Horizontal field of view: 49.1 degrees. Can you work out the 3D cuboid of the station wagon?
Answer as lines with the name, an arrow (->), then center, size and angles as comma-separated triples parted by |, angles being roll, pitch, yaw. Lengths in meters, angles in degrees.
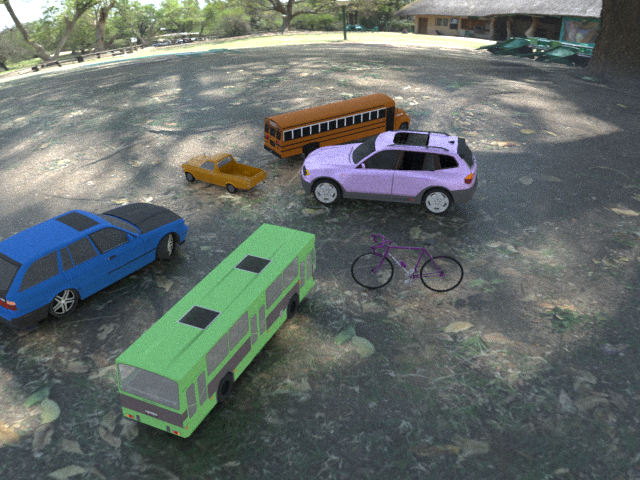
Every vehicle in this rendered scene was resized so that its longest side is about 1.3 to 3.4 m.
station wagon -> -3.306, 0.101, 9.927 | 1.327, 0.920, 3.105 | 21, 36, 32

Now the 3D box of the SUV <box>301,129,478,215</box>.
SUV -> 1.191, -1.277, 12.112 | 3.058, 1.128, 1.276 | 6, 30, 10

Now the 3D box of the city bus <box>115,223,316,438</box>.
city bus -> -1.075, 0.957, 8.464 | 0.926, 0.894, 3.255 | 13, 32, 21

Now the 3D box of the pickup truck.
pickup truck -> -1.759, -1.272, 12.724 | 1.603, 0.511, 0.640 | 17, 34, 26

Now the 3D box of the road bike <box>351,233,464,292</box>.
road bike -> 1.197, 0.338, 9.584 | 1.545, 0.852, 0.358 | 2, 30, 4

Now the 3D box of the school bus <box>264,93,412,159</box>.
school bus -> 0.451, -2.357, 14.274 | 3.322, 0.844, 0.709 | -18, 35, -29
